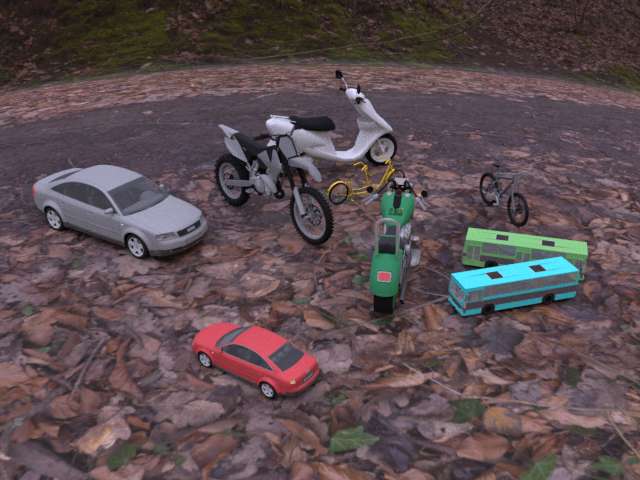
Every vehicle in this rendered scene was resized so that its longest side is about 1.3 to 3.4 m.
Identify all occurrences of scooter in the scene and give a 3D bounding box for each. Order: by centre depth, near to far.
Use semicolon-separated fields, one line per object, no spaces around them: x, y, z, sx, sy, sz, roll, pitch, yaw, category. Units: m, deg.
0.212;-2.134;13.115;2.721;1.786;1.288;-8;28;-15;scooter

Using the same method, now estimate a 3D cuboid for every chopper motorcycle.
1.053;-0.201;9.671;0.906;1.480;3.040;5;28;10;chopper motorcycle

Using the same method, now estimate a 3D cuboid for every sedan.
-0.763;1.264;7.901;1.613;0.483;0.635;18;32;31;sedan
-3.176;-0.574;10.994;3.137;0.940;1.235;16;31;28;sedan

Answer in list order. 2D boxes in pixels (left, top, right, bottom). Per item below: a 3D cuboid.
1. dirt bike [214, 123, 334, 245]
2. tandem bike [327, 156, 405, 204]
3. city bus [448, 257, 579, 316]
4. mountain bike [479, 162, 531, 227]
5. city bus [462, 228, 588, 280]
-0.798;-1.026;11.081;1.024;1.666;2.903;-23;35;-37;dirt bike
0.827;-1.058;12.223;1.642;0.682;0.283;-15;31;-27;tandem bike
2.538;0.617;9.191;1.674;0.460;0.476;-8;28;-15;city bus
3.032;-0.819;11.551;0.573;0.868;1.469;-8;28;-16;mountain bike
2.904;0.212;9.983;1.674;0.460;0.476;8;28;15;city bus
